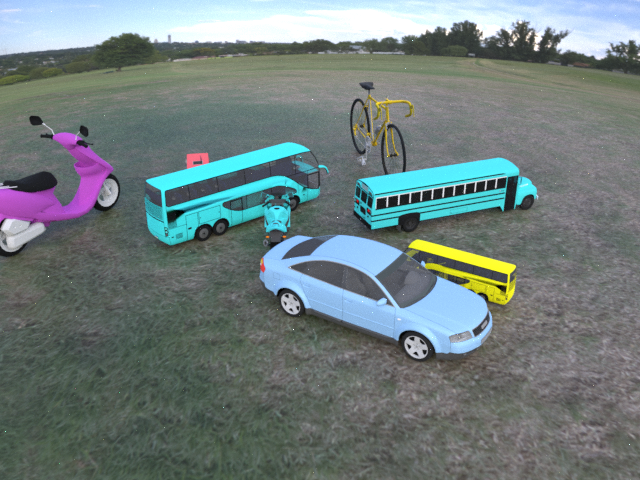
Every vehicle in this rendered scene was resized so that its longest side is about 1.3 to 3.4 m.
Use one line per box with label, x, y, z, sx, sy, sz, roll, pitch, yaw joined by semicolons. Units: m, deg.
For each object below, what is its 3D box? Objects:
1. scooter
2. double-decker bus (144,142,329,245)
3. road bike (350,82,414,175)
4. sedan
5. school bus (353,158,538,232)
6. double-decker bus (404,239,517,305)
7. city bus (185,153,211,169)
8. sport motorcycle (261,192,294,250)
scooter;-4.225;-0.932;11.036;1.288;1.786;2.721;14;30;26
double-decker bus;-1.324;-0.837;11.666;3.251;1.052;0.756;-21;33;-35
road bike;1.094;-2.191;13.694;0.697;1.656;3.004;-8;28;-15
sedan;0.665;0.584;8.957;3.137;0.940;1.235;16;31;29
school bus;2.211;-0.798;11.820;3.322;0.844;0.709;-10;28;-20
double-decker bus;1.869;0.423;9.723;1.672;0.541;0.389;16;31;29
city bus;-2.217;-1.096;12.844;0.476;0.460;1.674;-4;27;-9
sport motorcycle;-0.648;-0.188;10.630;0.506;0.821;1.520;-1;27;-2
